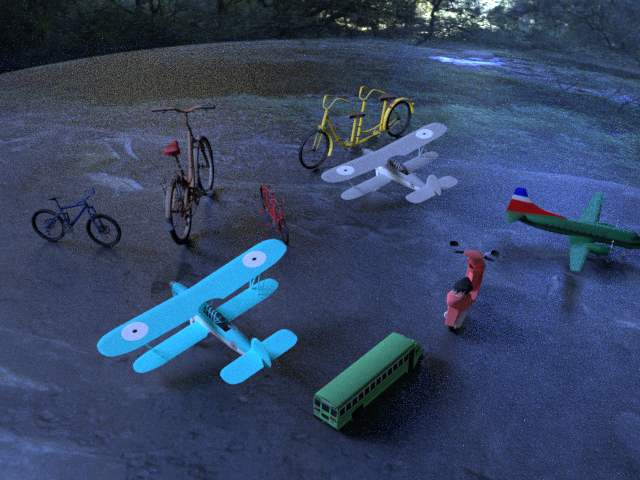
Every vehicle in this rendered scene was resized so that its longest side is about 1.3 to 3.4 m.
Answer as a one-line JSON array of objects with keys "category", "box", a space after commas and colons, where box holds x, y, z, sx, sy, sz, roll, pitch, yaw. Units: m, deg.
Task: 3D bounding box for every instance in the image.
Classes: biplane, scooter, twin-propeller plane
[{"category": "biplane", "box": [-1.259, 1.003, 8.351, 2.598, 0.981, 2.120, -24, 38, -34]}, {"category": "biplane", "box": [1.319, -1.150, 11.967, 2.598, 0.981, 2.120, -19, 36, -29]}, {"category": "scooter", "box": [1.933, 0.545, 9.180, 0.662, 0.919, 1.399, 14, 34, 22]}, {"category": "twin-propeller plane", "box": [3.913, -0.271, 10.674, 2.129, 0.792, 2.663, 14, 33, 22]}]

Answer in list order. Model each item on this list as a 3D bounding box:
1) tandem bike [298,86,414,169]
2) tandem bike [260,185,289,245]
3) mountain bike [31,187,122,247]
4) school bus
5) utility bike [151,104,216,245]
[{"category": "tandem bike", "box": [0.785, -2.336, 13.620, 3.192, 1.326, 0.550, -25, 39, -36]}, {"category": "tandem bike", "box": [-0.748, -0.543, 11.239, 0.283, 0.682, 1.642, -10, 32, -16]}, {"category": "mountain bike", "box": [-3.750, -0.319, 10.680, 1.469, 0.868, 0.573, 5, 31, 9]}, {"category": "school bus", "box": [0.613, 1.536, 7.989, 0.365, 0.434, 1.708, 24, 38, 35]}, {"category": "utility bike", "box": [-2.188, -1.177, 11.173, 1.039, 1.839, 2.791, 3, 31, 4]}]
